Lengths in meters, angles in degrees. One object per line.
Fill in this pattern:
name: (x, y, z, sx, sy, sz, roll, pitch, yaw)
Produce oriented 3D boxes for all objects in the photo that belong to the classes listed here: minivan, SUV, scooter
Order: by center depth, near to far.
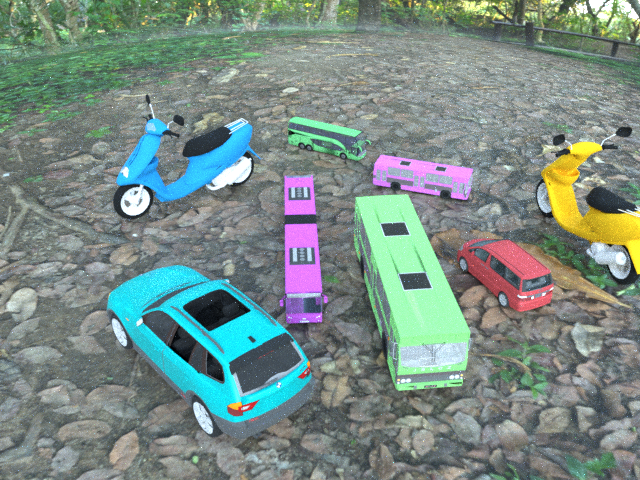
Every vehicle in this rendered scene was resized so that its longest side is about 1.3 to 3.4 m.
SUV: (-1.370, 1.055, 8.148, 1.276, 1.128, 3.058, -25, 39, -34)
minivan: (2.543, 0.365, 9.743, 0.681, 0.616, 1.548, -13, 34, -20)
scooter: (4.007, -0.649, 10.265, 1.288, 1.786, 2.721, -8, 33, -13)
scooter: (-2.197, -1.450, 11.552, 2.721, 1.786, 1.288, -21, 38, -30)

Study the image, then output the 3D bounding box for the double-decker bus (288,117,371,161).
double-decker bus: (0.150, -1.953, 13.540, 1.672, 0.541, 0.389, 17, 36, 25)

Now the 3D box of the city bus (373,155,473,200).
city bus: (1.787, -1.081, 12.215, 1.674, 0.460, 0.476, 11, 34, 17)

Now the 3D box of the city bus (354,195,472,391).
city bus: (1.078, 0.560, 9.166, 0.926, 0.894, 3.255, -3, 32, -5)

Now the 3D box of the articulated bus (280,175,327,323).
articulated bus: (-0.284, 0.008, 10.369, 0.605, 0.561, 3.401, -1, 32, -2)
